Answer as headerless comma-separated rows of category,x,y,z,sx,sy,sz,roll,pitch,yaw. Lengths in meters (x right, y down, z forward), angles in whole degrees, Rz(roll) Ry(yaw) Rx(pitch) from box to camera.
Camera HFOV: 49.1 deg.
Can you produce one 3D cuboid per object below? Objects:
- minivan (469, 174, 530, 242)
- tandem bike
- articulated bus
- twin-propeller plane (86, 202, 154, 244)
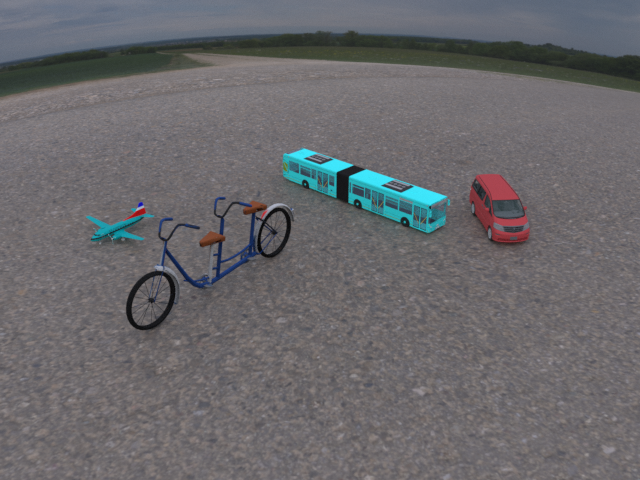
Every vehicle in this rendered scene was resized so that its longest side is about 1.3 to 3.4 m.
minivan,2.891,-0.521,11.299,0.681,0.616,1.548,-2,27,-4
tandem bike,-1.355,0.068,9.386,0.550,1.326,3.192,19,33,32
articulated bus,0.687,-0.915,12.119,3.401,0.561,0.605,24,36,38
twin-propeller plane,-3.161,-0.256,11.013,1.370,0.407,1.095,19,33,32
